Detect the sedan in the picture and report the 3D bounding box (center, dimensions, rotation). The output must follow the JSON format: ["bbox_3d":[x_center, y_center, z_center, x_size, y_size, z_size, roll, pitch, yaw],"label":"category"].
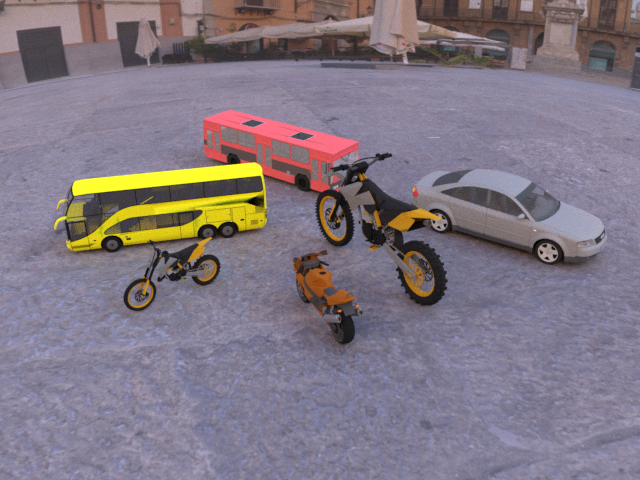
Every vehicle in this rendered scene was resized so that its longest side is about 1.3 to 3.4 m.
[{"bbox_3d":[2.974,-0.512,11.179,3.137,0.940,1.235,18,33,31],"label":"sedan"}]

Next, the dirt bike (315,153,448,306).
[{"bbox_3d":[0.777,-0.274,9.957,1.024,1.666,2.903,-18,33,-30],"label":"dirt bike"}]

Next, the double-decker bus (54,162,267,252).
[{"bbox_3d":[-2.472,-0.521,11.078,3.251,1.052,0.756,-7,29,-14],"label":"double-decker bus"}]

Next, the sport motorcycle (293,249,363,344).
[{"bbox_3d":[0.047,0.702,9.022,0.506,0.821,1.520,-13,31,-24],"label":"sport motorcycle"}]

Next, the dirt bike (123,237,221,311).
[{"bbox_3d":[-2.003,0.410,9.533,1.493,0.857,0.527,-22,35,-35],"label":"dirt bike"}]

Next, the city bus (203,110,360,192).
[{"bbox_3d":[-0.805,-1.690,13.446,3.255,0.894,0.926,19,34,32],"label":"city bus"}]
